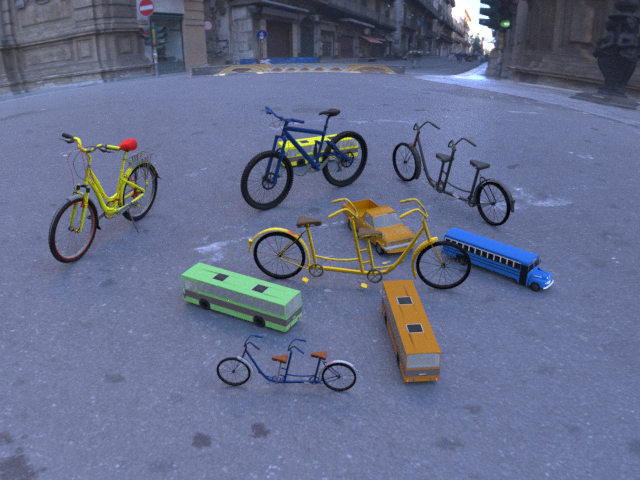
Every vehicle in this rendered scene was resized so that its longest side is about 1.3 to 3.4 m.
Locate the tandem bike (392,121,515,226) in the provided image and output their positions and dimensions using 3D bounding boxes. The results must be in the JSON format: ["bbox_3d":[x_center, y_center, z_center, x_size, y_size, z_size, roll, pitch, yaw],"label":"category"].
[{"bbox_3d":[2.301,-1.287,12.534,0.550,1.326,3.192,-16,31,-29],"label":"tandem bike"}]

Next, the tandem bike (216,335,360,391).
[{"bbox_3d":[-0.368,1.406,7.902,1.642,0.682,0.283,2,27,4],"label":"tandem bike"}]

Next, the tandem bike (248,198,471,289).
[{"bbox_3d":[0.538,0.047,9.886,3.192,1.326,0.550,3,27,7],"label":"tandem bike"}]

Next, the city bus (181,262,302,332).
[{"bbox_3d":[-1.066,0.771,9.410,1.674,0.460,0.476,14,30,25],"label":"city bus"}]

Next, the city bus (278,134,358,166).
[{"bbox_3d":[-0.043,-1.880,14.672,1.674,0.460,0.476,-11,29,-20],"label":"city bus"}]

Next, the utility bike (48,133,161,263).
[{"bbox_3d":[-3.285,-0.847,11.089,1.039,1.839,2.791,11,29,20],"label":"utility bike"}]

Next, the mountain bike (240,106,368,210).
[{"bbox_3d":[-0.227,-1.562,12.677,2.857,1.688,1.114,-19,33,-33],"label":"mountain bike"}]

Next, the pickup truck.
[{"bbox_3d":[0.948,-0.290,11.459,0.640,0.511,1.603,-12,29,-22],"label":"pickup truck"}]

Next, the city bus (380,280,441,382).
[{"bbox_3d":[1.104,1.113,8.731,0.476,0.460,1.674,-2,27,-4],"label":"city bus"}]

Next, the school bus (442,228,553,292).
[{"bbox_3d":[2.640,0.277,10.420,1.708,0.434,0.365,22,34,36],"label":"school bus"}]
